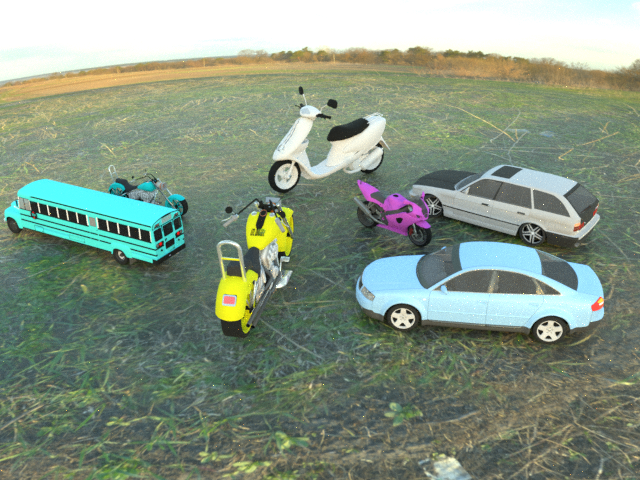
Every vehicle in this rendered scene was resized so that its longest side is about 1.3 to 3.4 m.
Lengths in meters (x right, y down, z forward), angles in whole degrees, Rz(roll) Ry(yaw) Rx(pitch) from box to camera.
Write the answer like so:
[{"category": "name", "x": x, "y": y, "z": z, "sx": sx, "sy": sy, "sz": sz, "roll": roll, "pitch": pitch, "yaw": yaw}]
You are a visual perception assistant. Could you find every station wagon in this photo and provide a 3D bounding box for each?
[{"category": "station wagon", "x": 3.028, "y": -0.741, "z": 11.772, "sx": 3.105, "sy": 0.920, "sz": 1.327, "roll": 18, "pitch": 32, "yaw": 33}]

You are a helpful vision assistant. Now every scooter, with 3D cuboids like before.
[{"category": "scooter", "x": 0.207, "y": -1.942, "z": 13.242, "sx": 2.721, "sy": 1.786, "sz": 1.288, "roll": -15, "pitch": 30, "yaw": -29}]

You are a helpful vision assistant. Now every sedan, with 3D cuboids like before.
[{"category": "sedan", "x": 2.035, "y": 0.565, "z": 9.080, "sx": 3.137, "sy": 0.940, "sz": 1.235, "roll": 4, "pitch": 26, "yaw": 8}]

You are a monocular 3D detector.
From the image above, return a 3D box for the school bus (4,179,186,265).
[{"category": "school bus", "x": -3.666, "y": -0.328, "z": 11.016, "sx": 3.322, "sy": 0.844, "sz": 0.709, "roll": 13, "pitch": 29, "yaw": 25}]

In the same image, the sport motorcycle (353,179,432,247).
[{"category": "sport motorcycle", "x": 1.178, "y": -0.440, "z": 11.270, "sx": 1.520, "sy": 0.821, "sz": 0.506, "roll": 23, "pitch": 34, "yaw": 38}]

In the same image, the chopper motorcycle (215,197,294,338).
[{"category": "chopper motorcycle", "x": -0.791, "y": 0.085, "z": 9.448, "sx": 0.906, "sy": 1.480, "sz": 3.040, "roll": 5, "pitch": 26, "yaw": 9}]

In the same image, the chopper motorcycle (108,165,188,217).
[{"category": "chopper motorcycle", "x": -3.015, "y": -0.847, "z": 12.171, "sx": 1.563, "sy": 0.761, "sz": 0.466, "roll": 10, "pitch": 28, "yaw": 19}]
